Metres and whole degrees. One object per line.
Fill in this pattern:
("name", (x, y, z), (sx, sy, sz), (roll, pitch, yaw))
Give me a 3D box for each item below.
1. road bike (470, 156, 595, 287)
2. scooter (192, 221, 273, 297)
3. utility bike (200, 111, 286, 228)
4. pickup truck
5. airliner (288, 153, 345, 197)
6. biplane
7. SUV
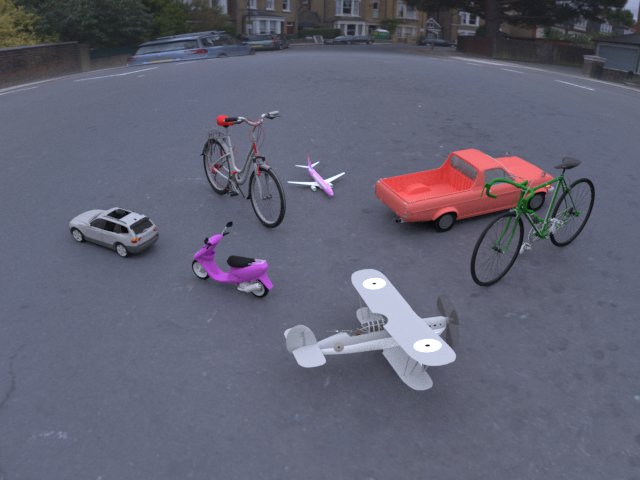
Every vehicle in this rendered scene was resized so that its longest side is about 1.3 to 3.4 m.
("road bike", (3.272, -0.360, 10.434), (3.004, 1.656, 0.696), (-22, 36, -33))
("scooter", (-1.292, 0.298, 10.015), (1.399, 0.919, 0.662), (15, 33, 25))
("utility bike", (-1.321, -1.425, 12.145), (1.039, 1.839, 2.791), (-20, 35, -31))
("pickup truck", (2.545, -0.971, 12.199), (3.117, 0.993, 1.244), (-12, 32, -21))
("airliner", (-0.011, -1.211, 13.202), (1.161, 0.429, 1.307), (-11, 31, -19))
("biplane", (0.622, 1.138, 8.457), (2.120, 0.981, 2.598), (-8, 30, -13))
("SUV", (-3.340, -0.219, 11.282), (1.572, 0.580, 0.656), (16, 33, 26))
